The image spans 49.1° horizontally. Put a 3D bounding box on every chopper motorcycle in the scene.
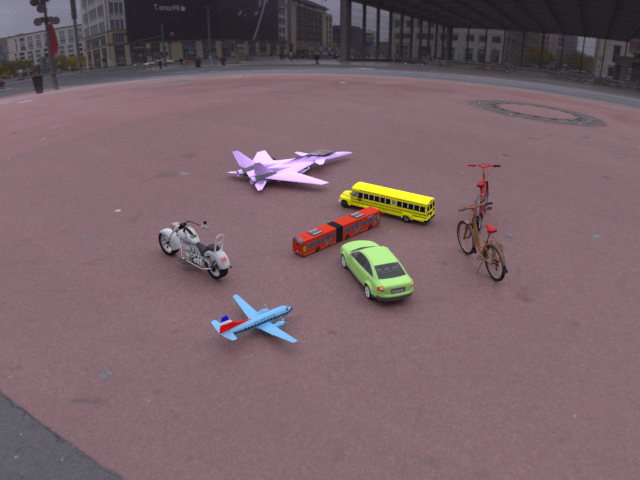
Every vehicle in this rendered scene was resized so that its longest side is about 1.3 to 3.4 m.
[{"bbox_3d":[-1.868,0.048,10.194,1.563,0.761,0.466,23,35,38],"label":"chopper motorcycle"}]

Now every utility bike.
[{"bbox_3d":[2.660,-0.771,11.631,0.535,0.946,1.435,8,28,16],"label":"utility bike"},{"bbox_3d":[2.296,-0.020,10.122,0.535,0.946,1.435,-8,28,-16],"label":"utility bike"}]

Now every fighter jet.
[{"bbox_3d":[-0.398,-1.616,13.766,2.640,0.557,2.229,-18,32,-32],"label":"fighter jet"}]

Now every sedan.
[{"bbox_3d":[0.774,0.344,9.911,0.635,0.483,1.613,-9,28,-17],"label":"sedan"}]

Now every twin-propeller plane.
[{"bbox_3d":[-0.787,0.970,8.737,1.095,0.407,1.370,-19,32,-33],"label":"twin-propeller plane"}]

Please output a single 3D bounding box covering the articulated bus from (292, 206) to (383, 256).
[{"bbox_3d":[0.298,-0.154,11.129,1.749,0.289,0.311,-23,34,-38],"label":"articulated bus"}]

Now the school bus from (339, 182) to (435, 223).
[{"bbox_3d":[1.116,-0.659,11.981,1.708,0.434,0.365,15,30,28],"label":"school bus"}]
